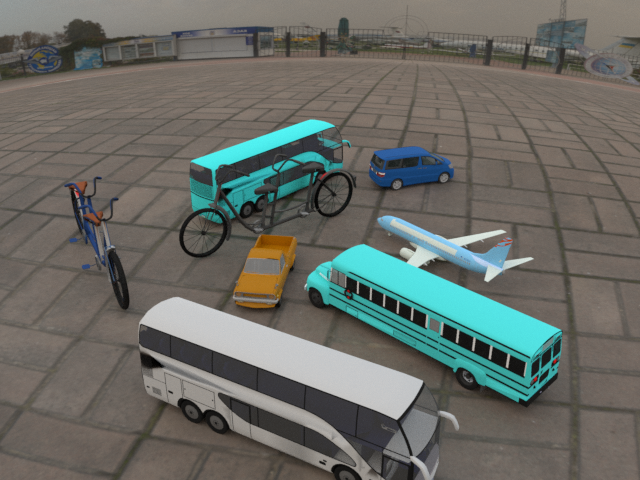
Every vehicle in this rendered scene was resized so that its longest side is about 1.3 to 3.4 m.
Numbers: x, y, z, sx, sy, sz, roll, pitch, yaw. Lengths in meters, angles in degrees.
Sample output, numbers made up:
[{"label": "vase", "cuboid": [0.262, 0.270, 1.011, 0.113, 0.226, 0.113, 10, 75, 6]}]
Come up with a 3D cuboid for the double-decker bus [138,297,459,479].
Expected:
[{"label": "double-decker bus", "cuboid": [-0.331, 1.496, 6.785, 3.251, 1.052, 0.756, 15, 31, 26]}]

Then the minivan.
[{"label": "minivan", "cuboid": [1.679, -1.346, 12.667, 1.548, 0.616, 0.681, -9, 29, -17]}]

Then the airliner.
[{"label": "airliner", "cuboid": [1.705, -0.075, 10.011, 2.257, 0.835, 2.541, -21, 34, -34]}]

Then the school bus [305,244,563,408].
[{"label": "school bus", "cuboid": [1.151, 0.841, 8.257, 3.322, 0.844, 0.709, 24, 36, 38]}]

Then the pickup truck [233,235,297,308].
[{"label": "pickup truck", "cuboid": [-0.721, 0.352, 9.545, 0.640, 0.511, 1.603, 4, 28, 7]}]

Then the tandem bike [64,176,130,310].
[{"label": "tandem bike", "cuboid": [-3.149, -0.215, 9.750, 0.550, 1.326, 3.192, -14, 31, -25]}]

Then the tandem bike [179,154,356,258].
[{"label": "tandem bike", "cuboid": [-0.696, -0.665, 10.607, 3.192, 1.326, 0.550, -19, 33, -31]}]

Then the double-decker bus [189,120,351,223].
[{"label": "double-decker bus", "cuboid": [-0.789, -1.256, 12.027, 0.756, 1.052, 3.251, 23, 35, 36]}]
